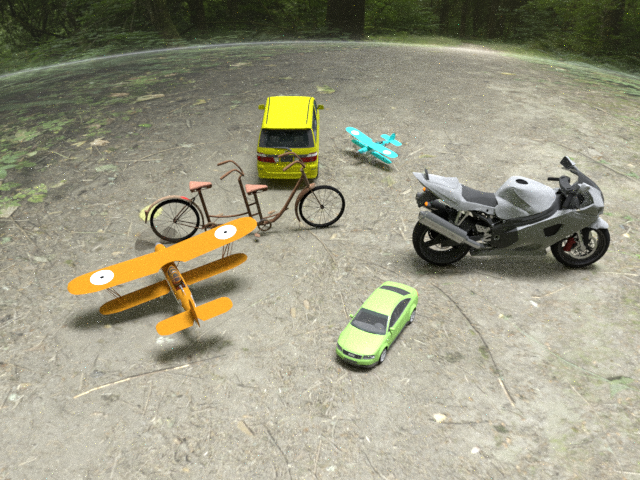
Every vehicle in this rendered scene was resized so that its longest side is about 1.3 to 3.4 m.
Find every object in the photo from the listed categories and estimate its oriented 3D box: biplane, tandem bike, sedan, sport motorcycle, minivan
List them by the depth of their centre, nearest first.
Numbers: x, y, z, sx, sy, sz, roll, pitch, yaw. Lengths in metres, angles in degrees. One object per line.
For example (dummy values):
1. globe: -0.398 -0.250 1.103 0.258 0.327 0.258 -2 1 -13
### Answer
1. sedan: 0.755 1.019 9.016 0.635 0.483 1.613 16 34 25
2. biplane: -1.938 0.575 9.279 2.598 0.981 2.120 -13 33 -21
3. sport motorcycle: 2.784 -0.315 10.177 2.955 1.596 0.983 1 31 2
4. tandem bike: -1.154 -0.651 11.012 3.192 1.326 0.550 -6 31 -10
5. minivan: -0.584 -2.180 13.721 1.324 1.197 3.011 0 31 0
6. biplane: 1.121 -1.844 13.833 1.090 0.504 1.336 -24 38 -35
